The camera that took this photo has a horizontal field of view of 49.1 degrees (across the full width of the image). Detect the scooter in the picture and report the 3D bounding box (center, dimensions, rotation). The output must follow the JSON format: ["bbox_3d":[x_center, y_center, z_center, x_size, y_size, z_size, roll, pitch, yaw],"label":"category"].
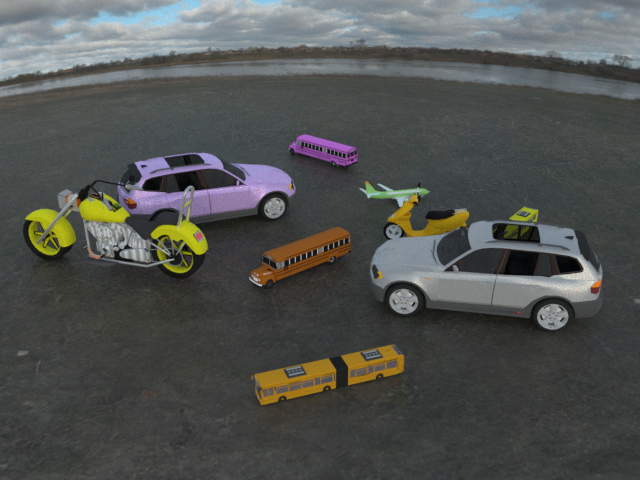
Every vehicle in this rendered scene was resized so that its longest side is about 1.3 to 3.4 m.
[{"bbox_3d":[1.719,-0.375,11.146,1.399,0.919,0.662,3,26,7],"label":"scooter"}]

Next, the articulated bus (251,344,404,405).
[{"bbox_3d":[0.113,1.515,7.931,1.749,0.289,0.311,-9,27,-18],"label":"articulated bus"}]

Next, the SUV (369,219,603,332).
[{"bbox_3d":[2.191,0.352,9.386,3.058,1.128,1.276,5,26,11],"label":"SUV"}]

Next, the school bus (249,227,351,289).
[{"bbox_3d":[-0.284,0.251,10.401,1.708,0.434,0.365,-20,32,-35],"label":"school bus"}]

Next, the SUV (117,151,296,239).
[{"bbox_3d":[-1.926,-0.904,12.007,3.058,1.128,1.276,-11,28,-21],"label":"SUV"}]

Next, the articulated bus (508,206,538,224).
[{"bbox_3d":[3.088,-0.141,11.387,0.311,0.289,1.749,18,31,33],"label":"articulated bus"}]

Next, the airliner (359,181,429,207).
[{"bbox_3d":[1.417,-0.933,12.877,1.307,0.429,1.161,-7,26,-14],"label":"airliner"}]

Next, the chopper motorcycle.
[{"bbox_3d":[-3.065,-0.247,10.230,3.040,1.480,0.906,8,27,17],"label":"chopper motorcycle"}]

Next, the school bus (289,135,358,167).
[{"bbox_3d":[0.033,-1.913,14.917,1.708,0.434,0.365,21,33,37],"label":"school bus"}]
